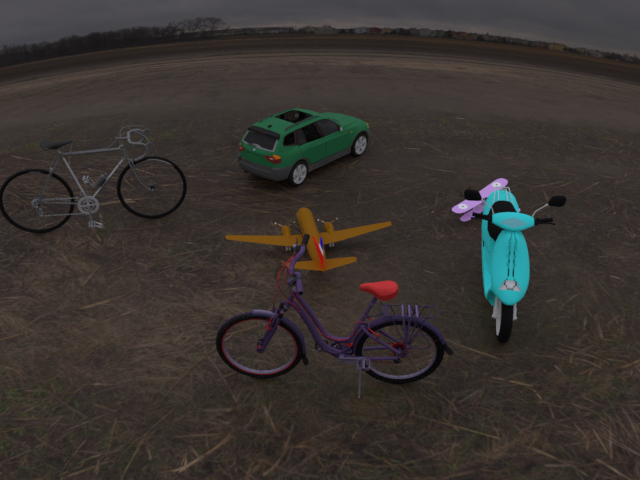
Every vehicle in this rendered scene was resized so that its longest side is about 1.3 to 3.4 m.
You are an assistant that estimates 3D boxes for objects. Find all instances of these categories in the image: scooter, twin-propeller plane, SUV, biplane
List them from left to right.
[{"bbox_3d":[-0.258,-2.045,13.924,1.276,1.128,3.058,23,37,34],"label":"SUV"},{"bbox_3d":[-0.128,-0.114,10.901,2.663,0.792,2.129,-5,30,-9],"label":"twin-propeller plane"},{"bbox_3d":[2.862,-0.580,12.000,1.336,0.504,1.090,-23,37,-34],"label":"biplane"},{"bbox_3d":[2.554,0.013,9.681,1.288,1.786,2.721,5,30,8],"label":"scooter"}]

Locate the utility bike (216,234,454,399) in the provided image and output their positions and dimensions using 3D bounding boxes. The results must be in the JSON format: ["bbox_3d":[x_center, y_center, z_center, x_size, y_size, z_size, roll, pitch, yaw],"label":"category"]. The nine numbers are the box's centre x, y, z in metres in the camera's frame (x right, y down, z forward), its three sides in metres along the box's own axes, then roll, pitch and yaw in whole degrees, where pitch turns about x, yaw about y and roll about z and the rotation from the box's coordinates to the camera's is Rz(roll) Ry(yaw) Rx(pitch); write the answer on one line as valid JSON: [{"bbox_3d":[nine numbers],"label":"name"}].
[{"bbox_3d":[0.156,0.988,7.932,2.791,1.839,1.039,2,30,3],"label":"utility bike"}]

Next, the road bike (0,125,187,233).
[{"bbox_3d":[-3.730,-0.968,11.520,3.004,1.656,0.697,-8,31,-14],"label":"road bike"}]
